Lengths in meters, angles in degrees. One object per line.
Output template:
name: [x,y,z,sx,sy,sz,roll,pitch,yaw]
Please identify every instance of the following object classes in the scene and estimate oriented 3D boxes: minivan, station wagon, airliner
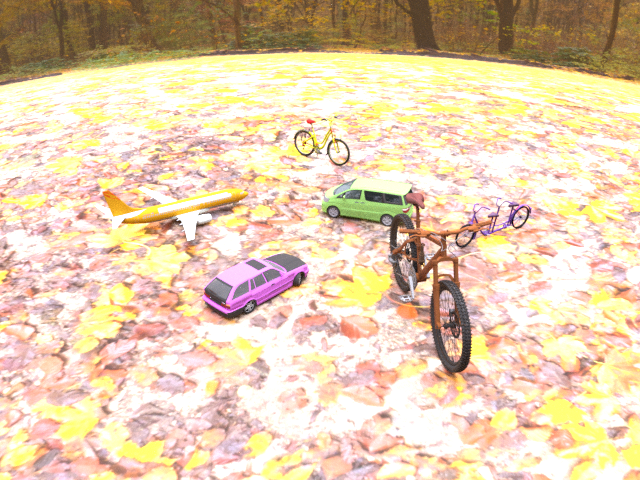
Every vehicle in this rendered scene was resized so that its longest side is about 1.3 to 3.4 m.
minivan: [0.793,-0.694,11.804,1.548,0.616,0.681,10,30,17]
station wagon: [-0.857,0.526,9.739,0.682,0.473,1.597,25,37,37]
airliner: [-2.330,-0.698,11.584,2.541,0.835,2.257,-17,33,-28]

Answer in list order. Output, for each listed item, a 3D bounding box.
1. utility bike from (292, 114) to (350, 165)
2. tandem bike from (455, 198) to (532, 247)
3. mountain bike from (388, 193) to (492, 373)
utility bike: [0.040,-2.053,13.926,1.435,0.946,0.535,20,35,32]
tandem bike: [2.782,-0.345,11.103,1.642,0.682,0.283,-17,33,-28]
mountain bike: [1.343,0.329,8.841,1.114,1.688,2.857,-6,29,-10]
